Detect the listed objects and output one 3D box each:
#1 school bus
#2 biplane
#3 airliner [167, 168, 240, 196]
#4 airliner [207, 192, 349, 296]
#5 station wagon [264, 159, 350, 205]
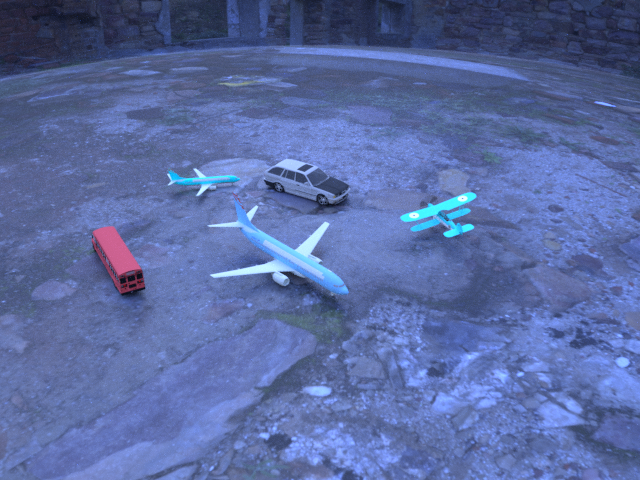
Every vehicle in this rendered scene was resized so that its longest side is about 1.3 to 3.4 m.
[{"bbox_3d":[-2.998,0.244,10.264,0.365,0.434,1.708,-16,34,-25],"label":"school bus"},{"bbox_3d":[1.969,-0.332,11.191,1.336,0.504,1.090,-11,32,-19],"label":"biplane"},{"bbox_3d":[-2.105,-1.156,12.691,1.307,0.429,1.161,-6,31,-10],"label":"airliner"},{"bbox_3d":[-0.497,0.061,10.180,2.257,0.835,2.541,-26,39,-37],"label":"airliner"},{"bbox_3d":[-0.229,-1.068,12.495,1.597,0.473,0.682,18,35,29],"label":"station wagon"}]
